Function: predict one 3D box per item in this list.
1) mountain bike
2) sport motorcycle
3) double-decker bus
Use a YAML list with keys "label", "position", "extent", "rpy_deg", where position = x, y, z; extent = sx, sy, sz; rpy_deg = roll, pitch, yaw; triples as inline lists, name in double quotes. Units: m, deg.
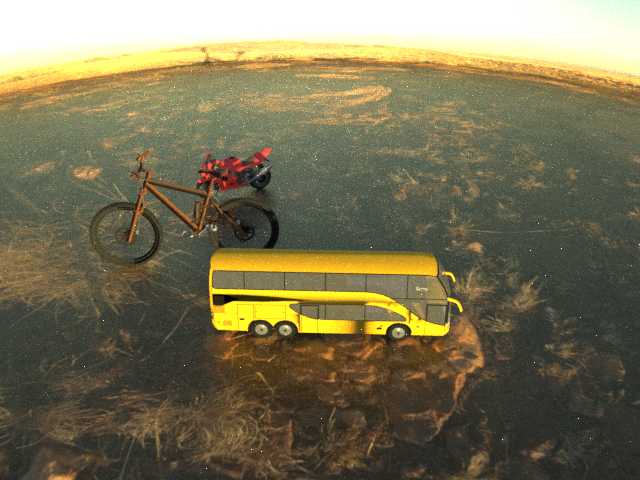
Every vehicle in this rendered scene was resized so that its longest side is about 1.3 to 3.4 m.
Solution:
- label: "mountain bike"
  position: [-2.049, -0.381, 10.534]
  extent: [2.857, 1.688, 1.114]
  rpy_deg: [-2, 29, -5]
- label: "sport motorcycle"
  position: [-1.592, -1.248, 13.033]
  extent: [1.520, 0.821, 0.506]
  rpy_deg: [-14, 32, -24]
- label: "double-decker bus"
  position: [0.189, 0.697, 9.219]
  extent: [3.251, 1.052, 0.756]
  rpy_deg: [1, 29, 2]
